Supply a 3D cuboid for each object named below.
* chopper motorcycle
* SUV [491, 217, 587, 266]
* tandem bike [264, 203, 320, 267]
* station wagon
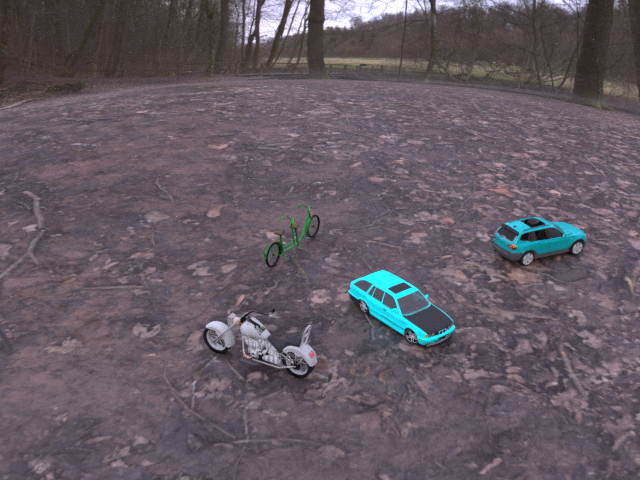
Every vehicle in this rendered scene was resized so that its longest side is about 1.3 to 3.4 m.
[{"bbox_3d":[-0.740,1.164,8.354,1.563,0.761,0.466,13,29,25],"label":"chopper motorcycle"},{"bbox_3d":[3.494,-0.056,11.103,1.572,0.580,0.656,-10,28,-21],"label":"SUV"},{"bbox_3d":[-0.424,-0.121,11.123,0.283,0.682,1.642,14,29,27],"label":"tandem bike"},{"bbox_3d":[1.077,0.854,9.332,0.682,0.473,1.597,-18,31,-32],"label":"station wagon"}]
